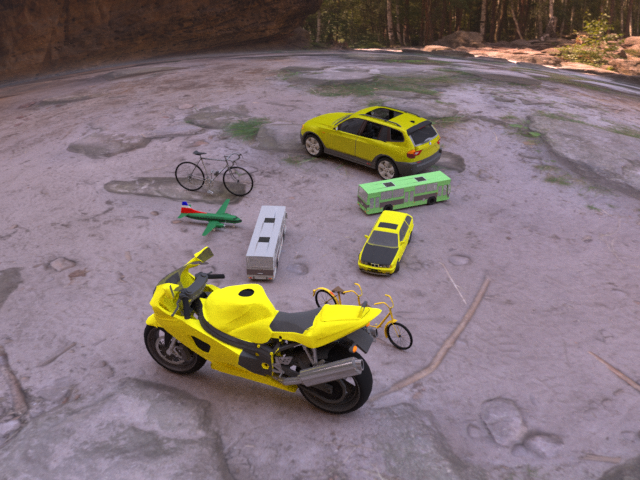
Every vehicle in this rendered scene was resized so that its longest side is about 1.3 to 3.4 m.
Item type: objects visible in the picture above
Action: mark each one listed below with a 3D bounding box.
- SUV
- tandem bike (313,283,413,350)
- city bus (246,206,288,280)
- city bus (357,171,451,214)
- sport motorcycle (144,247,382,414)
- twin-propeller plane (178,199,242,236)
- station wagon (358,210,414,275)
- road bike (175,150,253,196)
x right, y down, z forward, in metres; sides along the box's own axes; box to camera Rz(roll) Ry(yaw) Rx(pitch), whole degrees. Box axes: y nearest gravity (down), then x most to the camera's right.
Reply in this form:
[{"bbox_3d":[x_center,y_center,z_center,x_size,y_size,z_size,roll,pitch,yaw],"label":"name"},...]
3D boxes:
[{"bbox_3d":[0.986,-2.135,14.206,3.058,1.128,1.276,23,37,34],"label":"SUV"},{"bbox_3d":[0.542,0.924,9.288,1.642,0.682,0.283,22,36,33],"label":"tandem bike"},{"bbox_3d":[-0.828,0.035,11.071,0.476,0.460,1.674,2,30,4],"label":"city bus"},{"bbox_3d":[1.520,-0.841,12.609,1.674,0.460,0.476,-11,31,-19],"label":"city bus"},{"bbox_3d":[-0.757,1.109,8.038,2.955,1.596,0.983,10,31,16],"label":"sport motorcycle"},{"bbox_3d":[-1.860,-0.436,11.951,1.095,0.407,1.370,5,30,9],"label":"twin-propeller plane"},{"bbox_3d":[1.062,-0.009,11.135,0.682,0.473,1.597,9,31,16],"label":"station wagon"},{"bbox_3d":[-1.971,-1.243,12.921,1.545,0.852,0.358,7,30,12],"label":"road bike"}]
